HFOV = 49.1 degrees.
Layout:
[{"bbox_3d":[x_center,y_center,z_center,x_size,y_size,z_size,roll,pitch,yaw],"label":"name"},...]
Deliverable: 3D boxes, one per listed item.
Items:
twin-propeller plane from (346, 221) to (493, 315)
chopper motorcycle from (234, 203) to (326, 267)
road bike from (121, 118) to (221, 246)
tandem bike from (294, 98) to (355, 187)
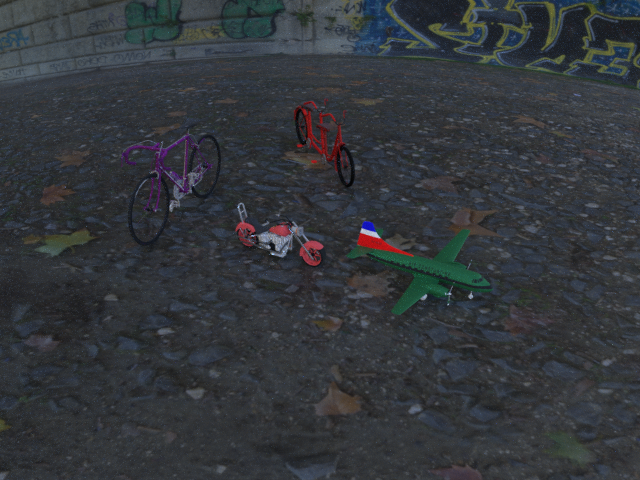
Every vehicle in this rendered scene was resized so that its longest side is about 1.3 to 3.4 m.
[{"bbox_3d":[1.478,0.296,10.079,2.129,0.792,2.663,16,33,26],"label":"twin-propeller plane"},{"bbox_3d":[-0.625,-0.080,10.787,1.563,0.761,0.466,14,32,24],"label":"chopper motorcycle"},{"bbox_3d":[-2.382,-1.118,11.731,0.697,1.656,3.004,10,31,17],"label":"road bike"},{"bbox_3d":[0.040,-2.146,13.917,0.550,1.326,3.192,-11,31,-18],"label":"tandem bike"}]
